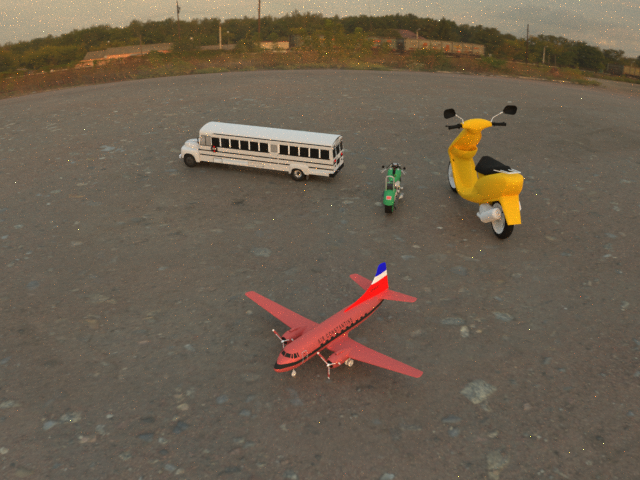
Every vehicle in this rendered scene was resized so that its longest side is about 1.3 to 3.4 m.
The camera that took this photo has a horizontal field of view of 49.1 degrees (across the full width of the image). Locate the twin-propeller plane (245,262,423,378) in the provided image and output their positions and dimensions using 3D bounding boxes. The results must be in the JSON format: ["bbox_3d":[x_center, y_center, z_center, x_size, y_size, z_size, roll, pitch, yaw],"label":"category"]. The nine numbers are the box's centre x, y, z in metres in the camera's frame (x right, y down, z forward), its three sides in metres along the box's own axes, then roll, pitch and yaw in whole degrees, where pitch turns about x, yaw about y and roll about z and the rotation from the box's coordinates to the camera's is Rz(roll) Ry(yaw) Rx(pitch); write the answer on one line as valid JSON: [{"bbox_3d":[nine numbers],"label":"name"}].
[{"bbox_3d":[0.196,0.946,8.357,2.663,0.792,2.129,21,33,36],"label":"twin-propeller plane"}]

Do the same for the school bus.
[{"bbox_3d":[-1.205,-1.772,13.748,3.322,0.844,0.709,9,28,17],"label":"school bus"}]

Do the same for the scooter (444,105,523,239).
[{"bbox_3d":[2.707,-1.251,11.648,1.288,1.786,2.721,-5,27,-10],"label":"scooter"}]

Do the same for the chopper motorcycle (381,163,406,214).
[{"bbox_3d":[1.299,-1.027,12.347,0.466,0.761,1.563,5,27,10],"label":"chopper motorcycle"}]
